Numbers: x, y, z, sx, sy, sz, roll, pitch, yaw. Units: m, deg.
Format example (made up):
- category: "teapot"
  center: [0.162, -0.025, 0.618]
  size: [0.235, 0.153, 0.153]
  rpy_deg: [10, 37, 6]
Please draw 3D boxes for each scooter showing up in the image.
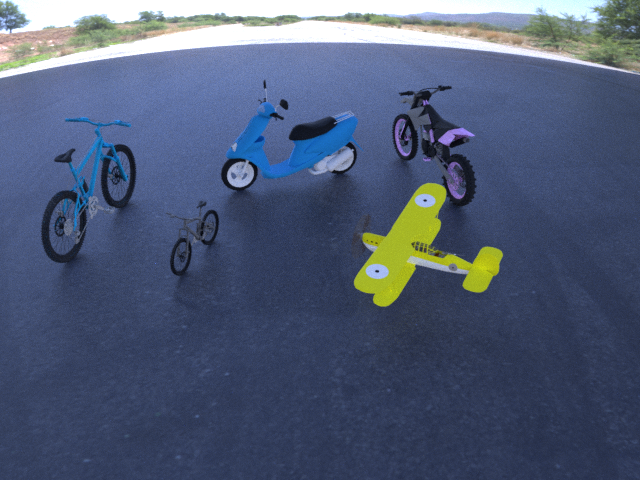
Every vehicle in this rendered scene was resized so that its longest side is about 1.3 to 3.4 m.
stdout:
- category: "scooter"
  center: [-0.484, -1.864, 12.547]
  size: [2.721, 1.786, 1.288]
  rpy_deg: [-11, 33, -18]

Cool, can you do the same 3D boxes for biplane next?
- category: "biplane"
  center: [1.450, 0.227, 9.833]
  size: [2.120, 0.981, 2.598]
  rpy_deg: [15, 34, 24]

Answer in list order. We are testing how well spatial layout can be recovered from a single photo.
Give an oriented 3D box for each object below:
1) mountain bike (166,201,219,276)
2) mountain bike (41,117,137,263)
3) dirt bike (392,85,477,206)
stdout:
- category: "mountain bike"
  center: [-1.879, -0.109, 10.505]
  size: [0.573, 0.868, 1.469]
  rpy_deg: [10, 32, 16]
- category: "mountain bike"
  center: [-3.606, -0.899, 11.028]
  size: [1.114, 1.688, 2.857]
  rpy_deg: [6, 31, 11]
- category: "dirt bike"
  center: [1.999, -1.827, 12.602]
  size: [1.024, 1.666, 2.903]
  rpy_deg: [-11, 33, -18]
